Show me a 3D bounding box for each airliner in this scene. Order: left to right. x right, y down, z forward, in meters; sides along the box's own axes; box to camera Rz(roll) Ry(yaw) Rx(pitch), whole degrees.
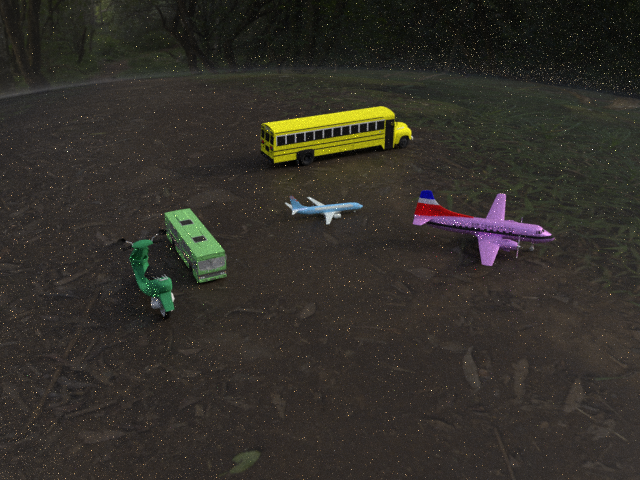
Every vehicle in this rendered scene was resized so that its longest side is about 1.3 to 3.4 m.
[{"bbox_3d":[0.102,-0.604,11.729,1.307,0.429,1.161,-7,27,-15],"label":"airliner"}]

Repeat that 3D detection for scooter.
[{"bbox_3d":[-2.224,0.397,9.150,0.662,0.919,1.399,-15,30,-27],"label":"scooter"}]

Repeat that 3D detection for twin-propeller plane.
[{"bbox_3d":[2.492,-0.291,10.687,2.129,0.792,2.663,8,27,16],"label":"twin-propeller plane"}]

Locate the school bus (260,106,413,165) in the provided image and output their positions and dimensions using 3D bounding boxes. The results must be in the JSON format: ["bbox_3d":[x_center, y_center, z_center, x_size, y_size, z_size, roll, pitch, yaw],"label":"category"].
[{"bbox_3d":[0.421,-2.177,14.444,3.322,0.844,0.709,-13,29,-24],"label":"school bus"}]

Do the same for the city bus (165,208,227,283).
[{"bbox_3d":[-1.858,0.071,10.328,0.476,0.460,1.674,-12,29,-24],"label":"city bus"}]
